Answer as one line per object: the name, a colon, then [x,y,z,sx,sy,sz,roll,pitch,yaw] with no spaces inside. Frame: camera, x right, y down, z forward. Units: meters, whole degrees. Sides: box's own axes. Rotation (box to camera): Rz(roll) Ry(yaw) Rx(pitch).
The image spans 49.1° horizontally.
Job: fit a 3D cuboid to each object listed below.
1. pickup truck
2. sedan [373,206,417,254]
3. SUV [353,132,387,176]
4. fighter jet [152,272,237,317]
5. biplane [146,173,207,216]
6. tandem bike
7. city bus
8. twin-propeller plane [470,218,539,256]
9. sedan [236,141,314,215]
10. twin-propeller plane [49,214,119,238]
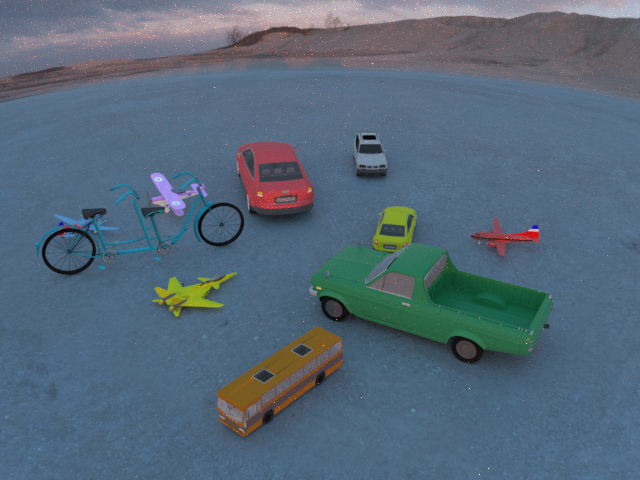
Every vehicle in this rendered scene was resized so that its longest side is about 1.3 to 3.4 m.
pickup truck: [1.417,0.683,9.263,3.117,0.993,1.244,14,31,26]
sedan: [1.259,-0.235,11.608,0.635,0.483,1.613,6,28,11]
SUV: [1.031,-1.811,14.569,0.656,0.580,1.572,0,27,-1]
fighter jet: [-1.710,0.643,10.113,1.147,0.286,1.358,23,35,37]
biplane: [-2.588,-0.794,12.673,1.090,0.504,1.336,-15,31,-27]
tandem bike: [-2.709,-0.273,10.759,3.192,1.326,0.550,-11,29,-20]
city bus: [-0.421,1.601,8.058,0.476,0.460,1.674,21,34,35]
twin-propeller plane: [3.014,-0.089,11.406,1.095,0.407,1.370,4,27,7]
sedan: [-0.911,-1.364,13.305,1.235,0.940,3.137,-6,28,-11]
twin-propeller plane: [-4.020,-0.297,11.812,1.370,0.407,1.095,11,29,21]
